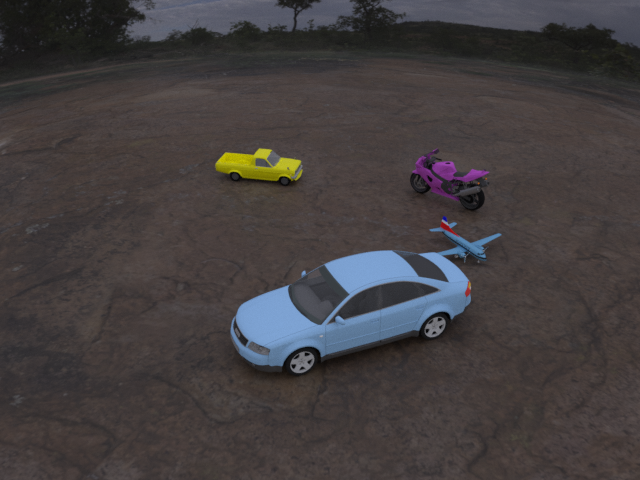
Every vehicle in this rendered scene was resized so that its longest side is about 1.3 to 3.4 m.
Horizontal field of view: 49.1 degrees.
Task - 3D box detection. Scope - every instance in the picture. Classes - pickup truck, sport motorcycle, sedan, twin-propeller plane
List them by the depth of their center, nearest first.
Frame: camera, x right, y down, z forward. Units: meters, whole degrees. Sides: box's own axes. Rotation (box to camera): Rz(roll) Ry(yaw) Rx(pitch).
[{"bbox_3d":[0.414,0.767,8.804,3.137,0.940,1.235,-12,31,-20],"label":"sedan"},{"bbox_3d":[2.188,0.004,10.730,1.370,0.407,1.095,-15,33,-26],"label":"twin-propeller plane"},{"bbox_3d":[2.227,-1.047,12.198,1.520,0.821,0.506,23,36,35],"label":"sport motorcycle"},{"bbox_3d":[-1.146,-1.421,13.193,1.603,0.511,0.640,6,30,11],"label":"pickup truck"}]
